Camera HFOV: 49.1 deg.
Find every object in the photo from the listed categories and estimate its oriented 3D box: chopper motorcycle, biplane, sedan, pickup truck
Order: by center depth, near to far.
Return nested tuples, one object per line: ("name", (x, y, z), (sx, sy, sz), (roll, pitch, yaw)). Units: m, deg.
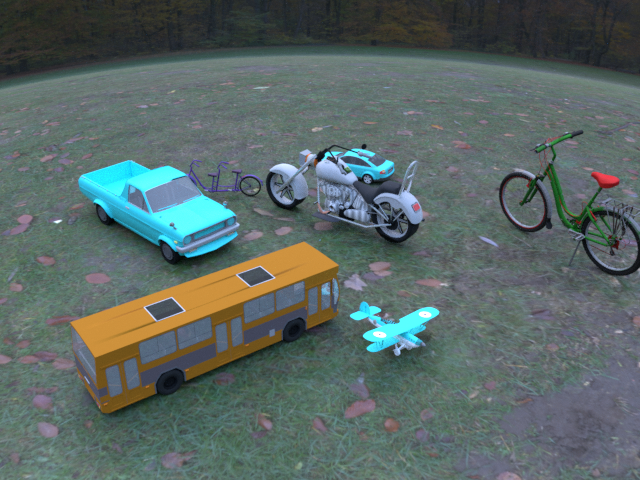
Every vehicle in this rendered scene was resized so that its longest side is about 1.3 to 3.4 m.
("biplane", (0.910, 1.102, 8.820), (1.336, 0.504, 1.090), (-25, 37, -38))
("chopper motorcycle", (0.325, -0.917, 11.490), (3.040, 1.480, 0.906), (20, 34, 32))
("pickup truck", (-2.718, -0.650, 11.509), (3.117, 0.993, 1.244), (25, 37, 38))
("sedan", (0.657, -1.498, 13.588), (1.613, 0.483, 0.635), (15, 32, 26))

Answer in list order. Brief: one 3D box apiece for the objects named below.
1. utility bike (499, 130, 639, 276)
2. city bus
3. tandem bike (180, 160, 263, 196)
("utility bike", (3.729, -0.586, 10.512), (1.039, 1.839, 2.791), (-19, 34, -30))
("city bus", (-1.281, 1.009, 8.585), (3.255, 0.894, 0.926), (-19, 34, -31))
("tandem bike", (-1.854, -1.109, 12.671), (1.642, 0.682, 0.283), (1, 29, 2))
